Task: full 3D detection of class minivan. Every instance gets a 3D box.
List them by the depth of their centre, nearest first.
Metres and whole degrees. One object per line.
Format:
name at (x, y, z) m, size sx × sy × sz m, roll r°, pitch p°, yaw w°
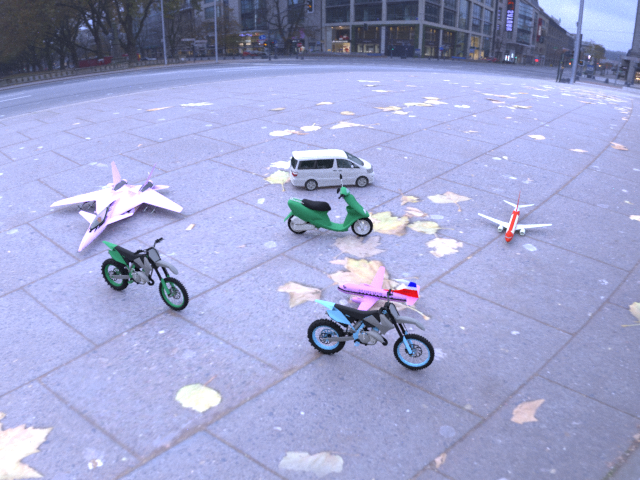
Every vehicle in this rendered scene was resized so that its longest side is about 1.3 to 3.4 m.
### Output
minivan at (0.225, -1.319, 12.816) m, size 1.548 × 0.616 × 0.681 m, roll -4°, pitch 27°, yaw -8°

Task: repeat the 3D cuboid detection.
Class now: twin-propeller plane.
twin-propeller plane at (0.749, 0.652, 9.134) m, size 1.095 × 0.407 × 1.370 m, roll 9°, pitch 28°, yaw 17°

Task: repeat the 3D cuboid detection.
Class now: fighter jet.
fighter jet at (-3.410, -0.575, 11.403) m, size 2.229 × 0.557 × 2.640 m, roll 3°, pitch 27°, yaw 5°

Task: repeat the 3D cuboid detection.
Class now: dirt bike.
dirt bike at (0.567, 1.015, 7.912) m, size 1.493 × 0.857 × 0.527 m, roll 8°, pitch 28°, yaw 16°
dirt bike at (-2.314, 0.405, 9.124) m, size 1.493 × 0.857 × 0.527 m, roll 15°, pitch 30°, yaw 27°

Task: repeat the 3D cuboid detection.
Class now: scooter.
scooter at (0.133, -0.493, 10.838) m, size 1.399 × 0.919 × 0.662 m, roll 2°, pitch 27°, yaw 5°

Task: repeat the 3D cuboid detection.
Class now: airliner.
airliner at (3.081, -0.360, 11.118) m, size 1.161 × 0.429 × 1.307 m, roll 10°, pitch 28°, yaw 19°
